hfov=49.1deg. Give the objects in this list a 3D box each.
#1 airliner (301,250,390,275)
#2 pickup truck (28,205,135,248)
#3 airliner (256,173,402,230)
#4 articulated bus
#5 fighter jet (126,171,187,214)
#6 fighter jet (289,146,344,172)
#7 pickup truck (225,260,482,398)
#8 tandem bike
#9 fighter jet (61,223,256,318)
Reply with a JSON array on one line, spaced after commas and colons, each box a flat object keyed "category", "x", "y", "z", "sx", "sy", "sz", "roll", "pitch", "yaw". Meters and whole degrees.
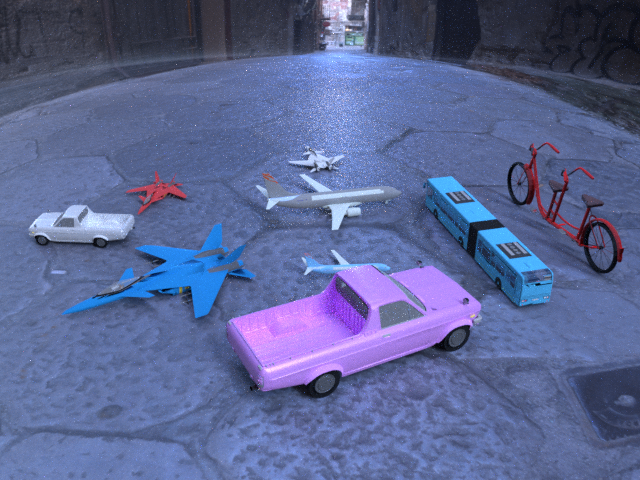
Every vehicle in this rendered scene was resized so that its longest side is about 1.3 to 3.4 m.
[{"category": "airliner", "x": 0.395, "y": 0.343, "z": 10.255, "sx": 1.307, "sy": 0.429, "sz": 1.161, "roll": -3, "pitch": 29, "yaw": -5}, {"category": "pickup truck", "x": -3.826, "y": -0.252, "z": 11.245, "sx": 1.603, "sy": 0.511, "sz": 0.640, "roll": 2, "pitch": 29, "yaw": 4}, {"category": "airliner", "x": 0.226, "y": -0.888, "z": 12.060, "sx": 2.541, "sy": 0.835, "sz": 2.257, "roll": -7, "pitch": 30, "yaw": -13}, {"category": "articulated bus", "x": 2.505, "y": -0.099, "z": 10.917, "sx": 0.605, "sy": 0.561, "sz": 3.401, "roll": -7, "pitch": 30, "yaw": -13}, {"category": "fighter jet", "x": -2.985, "y": -0.838, "z": 12.537, "sx": 1.147, "sy": 0.286, "sz": 1.358, "roll": 6, "pitch": 29, "yaw": 10}, {"category": "fighter jet", "x": -0.095, "y": -1.748, "z": 14.181, "sx": 1.147, "sy": 0.286, "sz": 1.358, "roll": -8, "pitch": 30, "yaw": -15}, {"category": "pickup truck", "x": 0.459, "y": 0.959, "z": 8.560, "sx": 3.117, "sy": 0.993, "sz": 1.244, "roll": -14, "pitch": 32, "yaw": -24}, {"category": "tandem bike", "x": 3.822, "y": -0.658, "z": 11.137, "sx": 0.550, "sy": 1.326, "sz": 3.192, "roll": -8, "pitch": 30, "yaw": -14}, {"category": "fighter jet", "x": -2.339, "y": 0.487, "z": 9.864, "sx": 2.640, "sy": 0.557, "sz": 2.229, "roll": -18, "pitch": 34, "yaw": -29}]
